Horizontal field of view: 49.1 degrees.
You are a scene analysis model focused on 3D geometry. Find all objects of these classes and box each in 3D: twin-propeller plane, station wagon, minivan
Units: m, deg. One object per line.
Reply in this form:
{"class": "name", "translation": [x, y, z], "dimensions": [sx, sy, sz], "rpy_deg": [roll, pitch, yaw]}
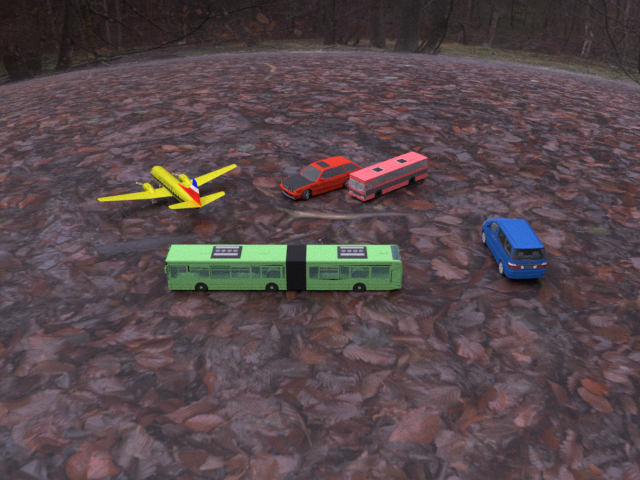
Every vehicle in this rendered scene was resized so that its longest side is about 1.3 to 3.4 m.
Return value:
{"class": "twin-propeller plane", "translation": [-2.584, -1.025, 12.456], "dimensions": [2.663, 0.792, 2.129], "rpy_deg": [-19, 34, -29]}
{"class": "station wagon", "translation": [0.021, -1.190, 13.072], "dimensions": [1.597, 0.473, 0.682], "rpy_deg": [-19, 35, -30]}
{"class": "minivan", "translation": [2.966, 0.019, 10.784], "dimensions": [0.681, 0.616, 1.548], "rpy_deg": [-2, 30, -4]}

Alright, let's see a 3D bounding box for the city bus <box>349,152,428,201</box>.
{"class": "city bus", "translation": [1.288, -1.182, 13.071], "dimensions": [1.674, 0.460, 0.476], "rpy_deg": [-22, 36, -34]}

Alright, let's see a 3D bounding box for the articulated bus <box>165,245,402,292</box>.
{"class": "articulated bus", "translation": [-0.530, 0.398, 10.170], "dimensions": [3.401, 0.561, 0.605], "rpy_deg": [0, 29, 0]}
